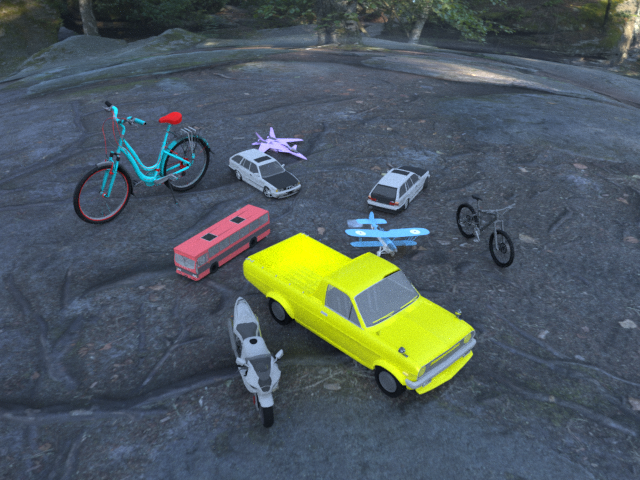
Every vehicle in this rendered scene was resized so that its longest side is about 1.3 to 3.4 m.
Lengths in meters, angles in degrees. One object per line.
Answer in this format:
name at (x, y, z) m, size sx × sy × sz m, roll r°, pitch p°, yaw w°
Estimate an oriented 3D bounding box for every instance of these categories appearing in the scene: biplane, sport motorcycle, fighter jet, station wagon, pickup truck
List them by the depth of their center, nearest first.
sport motorcycle at (-0.734, 1.350, 7.807) m, size 0.506 × 0.821 × 1.520 m, roll -8°, pitch 31°, yaw -14°
pickup truck at (0.397, 0.727, 8.709) m, size 1.244 × 0.993 × 3.117 m, roll -26°, pitch 39°, yaw -37°
biplane at (0.958, -0.075, 10.575) m, size 1.336 × 0.504 × 1.090 m, roll -9°, pitch 31°, yaw -16°
station wagon at (1.400, -0.978, 12.162) m, size 0.682 × 0.473 × 1.597 m, roll 15°, pitch 33°, yaw 24°
station wagon at (-1.005, -1.231, 12.597) m, size 0.682 × 0.473 × 1.597 m, roll -22°, pitch 37°, yaw -32°
fighter jet at (-0.715, -1.882, 13.903) m, size 1.147 × 0.286 × 1.358 m, roll -25°, pitch 38°, yaw -36°

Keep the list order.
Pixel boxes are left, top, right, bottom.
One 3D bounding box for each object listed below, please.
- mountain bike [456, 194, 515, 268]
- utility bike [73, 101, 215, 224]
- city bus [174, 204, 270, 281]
mountain bike at (2.461, -0.217, 10.458) m, size 0.573 × 0.868 × 1.469 m, roll -12°, pitch 32°, yaw -19°
utility bike at (-2.781, -1.353, 11.447) m, size 1.039 × 1.839 × 2.791 m, roll 25°, pitch 38°, yaw 36°
city bus at (-1.426, 0.030, 10.440) m, size 0.476 × 0.460 × 1.674 m, roll 19°, pitch 35°, yaw 30°
